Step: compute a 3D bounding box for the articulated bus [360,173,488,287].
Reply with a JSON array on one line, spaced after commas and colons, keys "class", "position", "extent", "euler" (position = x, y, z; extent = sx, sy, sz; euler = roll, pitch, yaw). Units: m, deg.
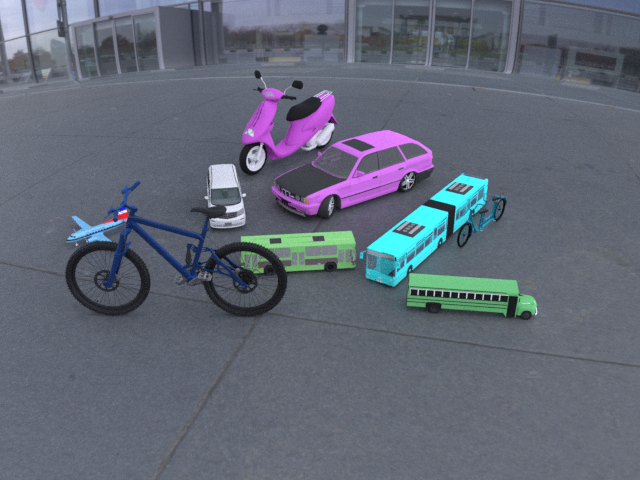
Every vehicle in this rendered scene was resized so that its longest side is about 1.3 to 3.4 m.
[{"class": "articulated bus", "position": [1.760, -0.249, 11.024], "extent": [0.605, 0.561, 3.401], "euler": [17, 32, 30]}]

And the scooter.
[{"class": "scooter", "position": [-0.592, -2.425, 13.838], "extent": [1.288, 1.786, 2.721], "euler": [23, 35, 37]}]

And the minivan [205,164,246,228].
[{"class": "minivan", "position": [-1.620, -0.752, 11.921], "extent": [0.681, 0.616, 1.548], "euler": [-5, 28, -9]}]

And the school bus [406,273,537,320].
[{"class": "school bus", "position": [2.011, 0.738, 9.288], "extent": [1.708, 0.434, 0.365], "euler": [4, 28, 7]}]

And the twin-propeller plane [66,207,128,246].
[{"class": "twin-propeller plane", "position": [-3.526, -0.213, 11.122], "extent": [1.095, 0.407, 1.370], "euler": [-23, 36, -37]}]

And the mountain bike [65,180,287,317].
[{"class": "mountain bike", "position": [-1.849, 0.240, 8.889], "extent": [2.857, 1.688, 1.114], "euler": [0, 28, 1]}]

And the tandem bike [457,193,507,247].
[{"class": "tandem bike", "position": [2.628, -0.422, 11.223], "extent": [0.283, 0.682, 1.642], "euler": [21, 34, 34]}]

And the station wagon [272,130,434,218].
[{"class": "station wagon", "position": [0.616, -1.272, 12.579], "extent": [3.105, 0.920, 1.327], "euler": [-20, 34, -33]}]

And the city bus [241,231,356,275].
[{"class": "city bus", "position": [-0.325, 0.199, 10.284], "extent": [1.674, 0.460, 0.476], "euler": [-3, 28, -6]}]
